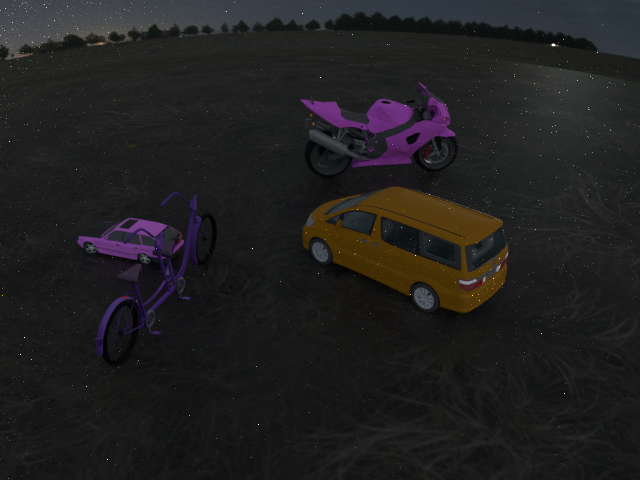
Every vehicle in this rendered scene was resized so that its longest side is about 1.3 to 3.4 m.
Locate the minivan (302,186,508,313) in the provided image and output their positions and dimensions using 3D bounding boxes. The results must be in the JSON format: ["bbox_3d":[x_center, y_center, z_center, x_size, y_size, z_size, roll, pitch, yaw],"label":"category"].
[{"bbox_3d":[1.101,-0.049,9.862,3.011,1.197,1.324,23,37,35],"label":"minivan"}]

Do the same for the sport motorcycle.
[{"bbox_3d":[1.124,-1.949,12.834,2.955,1.596,0.983,-3,30,-6],"label":"sport motorcycle"}]

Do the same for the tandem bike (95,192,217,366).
[{"bbox_3d":[-2.033,0.321,9.072,0.550,1.326,3.192,8,30,14],"label":"tandem bike"}]

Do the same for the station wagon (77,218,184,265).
[{"bbox_3d":[-2.889,-0.045,10.593,1.597,0.473,0.682,9,31,16],"label":"station wagon"}]
